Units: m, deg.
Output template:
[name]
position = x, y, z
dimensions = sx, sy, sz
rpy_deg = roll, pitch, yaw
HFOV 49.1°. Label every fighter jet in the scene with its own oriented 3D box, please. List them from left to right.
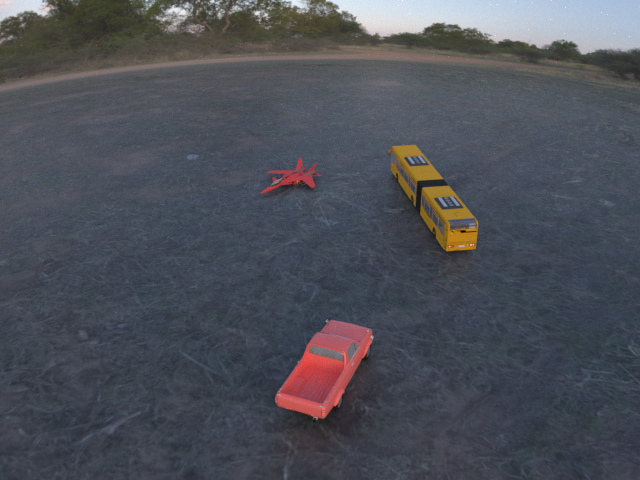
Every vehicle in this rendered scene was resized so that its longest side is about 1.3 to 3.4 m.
[fighter jet]
position = -0.620, -1.149, 12.850
dimensions = 1.147, 0.286, 1.358
rpy_deg = 21, 34, 34

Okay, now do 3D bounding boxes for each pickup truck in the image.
[pickup truck]
position = 0.086, 1.374, 7.829
dimensions = 0.640, 0.511, 1.603
rpy_deg = 11, 30, 20

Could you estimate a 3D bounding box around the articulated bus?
[articulated bus]
position = 1.853, -0.808, 11.909
dimensions = 0.605, 0.561, 3.401
rpy_deg = -4, 28, -8
